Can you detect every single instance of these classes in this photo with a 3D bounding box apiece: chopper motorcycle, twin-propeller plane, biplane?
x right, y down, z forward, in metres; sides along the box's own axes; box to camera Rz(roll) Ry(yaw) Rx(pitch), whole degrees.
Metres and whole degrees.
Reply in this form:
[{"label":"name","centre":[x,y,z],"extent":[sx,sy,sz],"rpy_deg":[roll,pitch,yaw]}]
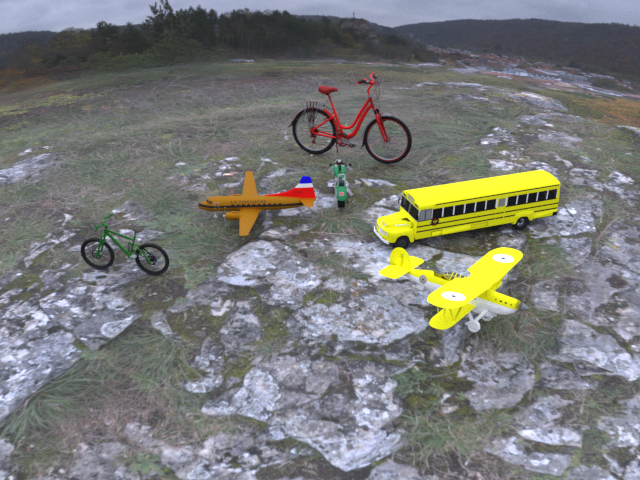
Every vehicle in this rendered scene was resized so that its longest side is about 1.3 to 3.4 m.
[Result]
[{"label":"chopper motorcycle","centre":[0.380,-1.196,13.390],"extent":[0.466,0.761,1.563],"rpy_deg":[-1,29,-1]},{"label":"twin-propeller plane","centre":[-1.136,-0.764,12.575],"extent":[2.129,0.792,2.663],"rpy_deg":[-1,29,-3]},{"label":"biplane","centre":[1.914,0.633,9.842],"extent":[2.120,0.981,2.598],"rpy_deg":[19,34,30]}]

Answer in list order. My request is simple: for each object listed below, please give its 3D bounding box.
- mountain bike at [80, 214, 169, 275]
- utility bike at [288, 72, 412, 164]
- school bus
[{"label":"mountain bike","centre":[-3.059,0.122,10.887],"extent":[1.469,0.868,0.573],"rpy_deg":[5,29,10]},{"label":"utility bike","centre":[0.639,-2.645,14.903],"extent":[2.791,1.839,1.039],"rpy_deg":[10,30,17]},{"label":"school bus","centre":[2.549,-0.550,12.132],"extent":[3.322,0.844,0.709],"rpy_deg":[-10,30,-17]}]
